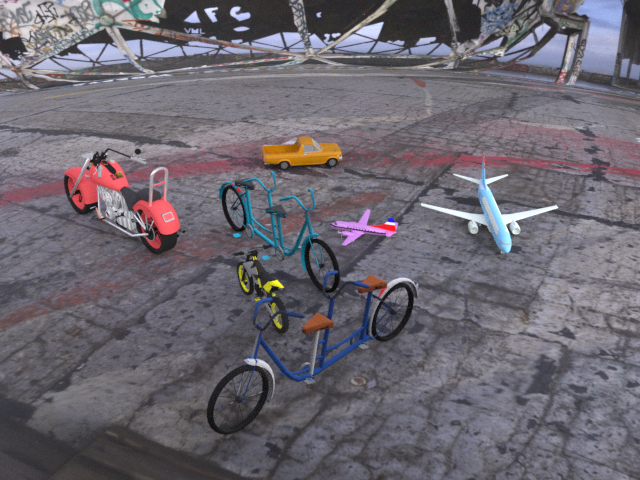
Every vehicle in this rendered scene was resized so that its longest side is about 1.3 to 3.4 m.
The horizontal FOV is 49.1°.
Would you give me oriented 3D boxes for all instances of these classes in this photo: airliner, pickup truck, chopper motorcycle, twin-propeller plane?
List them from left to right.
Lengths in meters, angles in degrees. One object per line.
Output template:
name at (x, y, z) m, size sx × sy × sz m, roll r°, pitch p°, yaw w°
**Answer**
chopper motorcycle at (-3.215, -0.788, 10.975) m, size 3.040 × 1.480 × 0.906 m, roll 24°, pitch 36°, yaw 38°
pickup truck at (-0.367, -1.756, 13.932) m, size 1.603 × 0.511 × 0.640 m, roll -4°, pitch 27°, yaw -9°
twin-propeller plane at (0.672, -0.226, 11.053) m, size 1.095 × 0.407 × 1.370 m, roll 9°, pitch 28°, yaw 17°
airliner at (2.807, -0.609, 11.332) m, size 2.257 × 0.835 × 2.541 m, roll 1°, pitch 27°, yaw 2°

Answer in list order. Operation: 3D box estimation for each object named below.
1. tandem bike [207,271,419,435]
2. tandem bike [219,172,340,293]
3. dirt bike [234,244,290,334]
tandem bike at (0.060, 0.989, 7.667) m, size 3.192 × 1.326 × 0.550 m, roll -23°, pitch 35°, yaw -38°
tandem bike at (-0.690, -0.332, 10.252) m, size 0.550 × 1.326 × 3.192 m, roll -18°, pitch 32°, yaw -32°
dirt bike at (-0.772, 0.559, 9.023) m, size 0.527 × 0.857 × 1.493 m, roll -14°, pitch 30°, yaw -26°
